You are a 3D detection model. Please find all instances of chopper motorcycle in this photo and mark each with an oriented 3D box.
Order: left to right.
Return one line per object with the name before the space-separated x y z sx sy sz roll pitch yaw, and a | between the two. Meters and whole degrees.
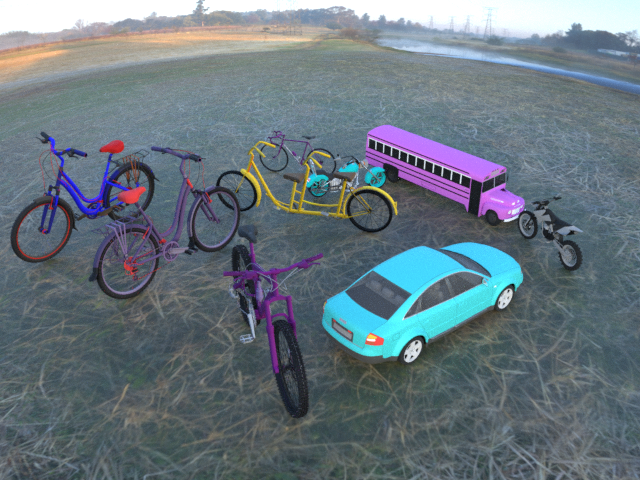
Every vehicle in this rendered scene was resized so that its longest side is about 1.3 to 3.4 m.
chopper motorcycle | 0.491 -1.198 12.656 1.563 0.761 0.466 -11 31 -19

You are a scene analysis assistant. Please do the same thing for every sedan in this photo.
sedan | 1.450 0.629 9.245 3.137 0.940 1.235 -22 36 -33

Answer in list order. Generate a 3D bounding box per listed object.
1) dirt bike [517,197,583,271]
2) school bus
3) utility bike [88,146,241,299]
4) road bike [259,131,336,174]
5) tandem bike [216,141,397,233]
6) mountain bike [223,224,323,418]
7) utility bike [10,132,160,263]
dirt bike | 3.525 -0.173 10.746 0.527 0.857 1.493 -12 31 -19
school bus | 2.206 -1.221 12.612 0.709 0.844 3.322 -23 37 -35
utility bike | -2.250 -0.354 10.069 1.039 1.839 2.791 22 36 33
road bike | -0.435 -1.638 13.343 1.545 0.852 0.358 8 30 14
tandem bike | -0.280 -0.879 11.519 3.192 1.326 0.550 9 31 16
mountain bike | -0.664 0.746 8.277 1.114 1.688 2.857 -10 31 -18
utility bike | -3.536 -0.792 10.843 1.039 1.839 2.791 20 35 32
